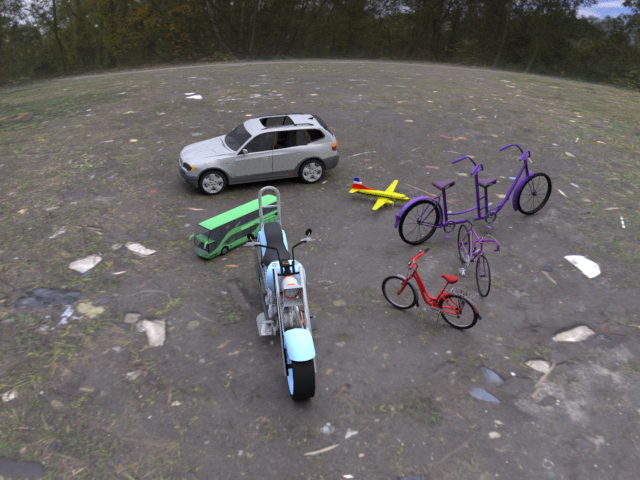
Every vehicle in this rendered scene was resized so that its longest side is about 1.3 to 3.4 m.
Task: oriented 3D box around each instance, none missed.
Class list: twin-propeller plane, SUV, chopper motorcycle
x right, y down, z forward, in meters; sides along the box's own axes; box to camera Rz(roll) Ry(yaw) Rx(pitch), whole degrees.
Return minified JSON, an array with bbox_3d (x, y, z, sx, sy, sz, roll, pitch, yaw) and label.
[{"bbox_3d":[1.081,-0.856,12.472,1.095,0.407,1.370,11,30,19],"label":"twin-propeller plane"},{"bbox_3d":[-1.161,-1.712,13.313,3.058,1.128,1.276,-8,29,-15],"label":"SUV"},{"bbox_3d":[-0.453,0.551,8.684,0.906,1.480,3.040,-5,28,-10],"label":"chopper motorcycle"}]

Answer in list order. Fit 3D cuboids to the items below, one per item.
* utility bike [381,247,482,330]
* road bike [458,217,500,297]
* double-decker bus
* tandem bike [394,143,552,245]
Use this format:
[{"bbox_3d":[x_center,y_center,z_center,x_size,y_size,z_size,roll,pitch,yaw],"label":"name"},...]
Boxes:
[{"bbox_3d":[1.412,0.661,9.046,1.435,0.946,0.535,17,32,29],"label":"utility bike"},{"bbox_3d":[2.217,0.165,10.080,0.358,0.852,1.545,-3,28,-5],"label":"road bike"},{"bbox_3d":[-1.300,-0.210,11.116,0.389,0.541,1.672,23,36,37],"label":"double-decker bus"},{"bbox_3d":[2.569,-0.764,11.320,3.192,1.326,0.550,-14,31,-24],"label":"tandem bike"}]
